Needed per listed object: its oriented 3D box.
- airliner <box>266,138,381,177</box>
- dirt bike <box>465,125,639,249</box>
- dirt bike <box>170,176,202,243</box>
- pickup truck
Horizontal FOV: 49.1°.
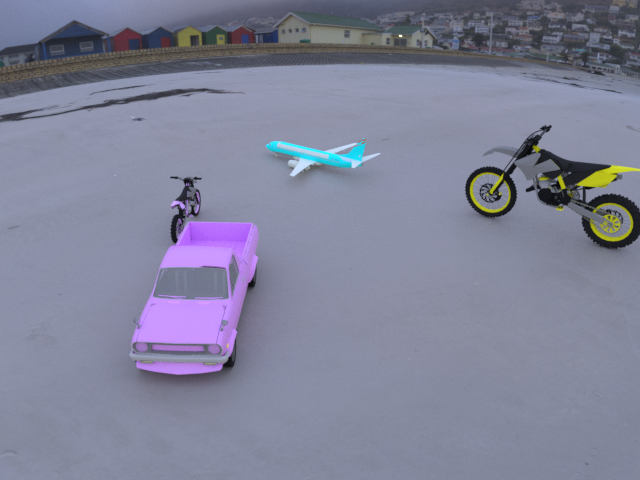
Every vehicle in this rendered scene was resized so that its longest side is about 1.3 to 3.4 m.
[{"bbox_3d":[-0.111,-1.869,14.079,2.541,0.835,2.257,18,32,31],"label":"airliner"},{"bbox_3d":[3.726,-0.879,11.254,2.903,1.666,1.024,17,32,30],"label":"dirt bike"},{"bbox_3d":[-2.225,-0.584,11.565,0.527,0.857,1.493,3,27,6],"label":"dirt bike"},{"bbox_3d":[-1.548,0.543,9.231,1.244,0.993,3.117,1,27,2],"label":"pickup truck"}]
